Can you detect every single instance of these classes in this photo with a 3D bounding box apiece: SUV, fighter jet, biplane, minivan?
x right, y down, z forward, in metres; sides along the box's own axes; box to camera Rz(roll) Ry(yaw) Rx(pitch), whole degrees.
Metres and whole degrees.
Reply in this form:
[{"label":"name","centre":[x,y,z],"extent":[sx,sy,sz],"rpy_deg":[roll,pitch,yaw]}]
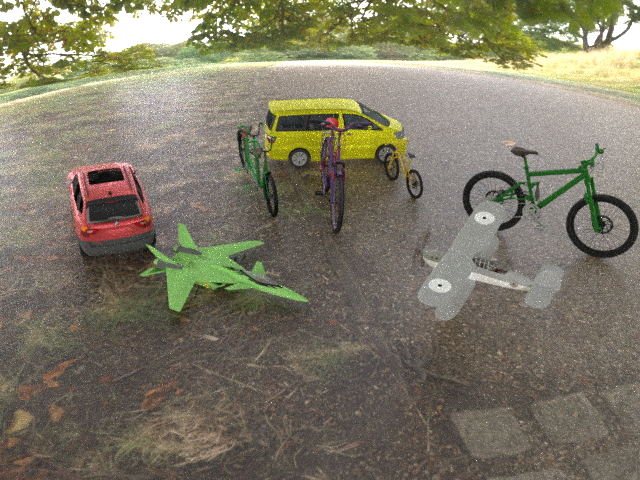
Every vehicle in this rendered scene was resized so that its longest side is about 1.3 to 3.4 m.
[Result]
[{"label":"SUV","centre":[-3.633,-0.743,11.992],"extent":[1.276,1.128,3.058],"rpy_deg":[-11,31,-18]},{"label":"fighter jet","centre":[-1.322,0.429,10.463],"extent":[2.640,0.557,2.229],"rpy_deg":[15,32,24]},{"label":"biplane","centre":[2.331,0.459,9.971],"extent":[2.120,0.981,2.598],"rpy_deg":[16,33,26]},{"label":"minivan","centre":[0.341,-2.330,14.791],"extent":[3.011,1.197,1.324],"rpy_deg":[-4,29,-7]}]

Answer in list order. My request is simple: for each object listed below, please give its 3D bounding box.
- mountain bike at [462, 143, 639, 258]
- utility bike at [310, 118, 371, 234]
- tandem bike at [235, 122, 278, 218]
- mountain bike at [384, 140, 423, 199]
[{"label":"mountain bike","centre":[3.696,-0.697,11.331],"extent":[2.857,1.688,1.114],"rpy_deg":[17,33,27]},{"label":"utility bike","centre":[0.309,-1.396,12.437],"extent":[1.039,1.839,2.791],"rpy_deg":[-3,29,-5]},{"label":"tandem bike","centre":[-1.224,-1.572,13.287],"extent":[0.550,1.326,3.192],"rpy_deg":[-9,30,-15]},{"label":"mountain bike","centre":[1.597,-1.387,13.425],"extent":[0.573,0.868,1.469],"rpy_deg":[-12,31,-20]}]
